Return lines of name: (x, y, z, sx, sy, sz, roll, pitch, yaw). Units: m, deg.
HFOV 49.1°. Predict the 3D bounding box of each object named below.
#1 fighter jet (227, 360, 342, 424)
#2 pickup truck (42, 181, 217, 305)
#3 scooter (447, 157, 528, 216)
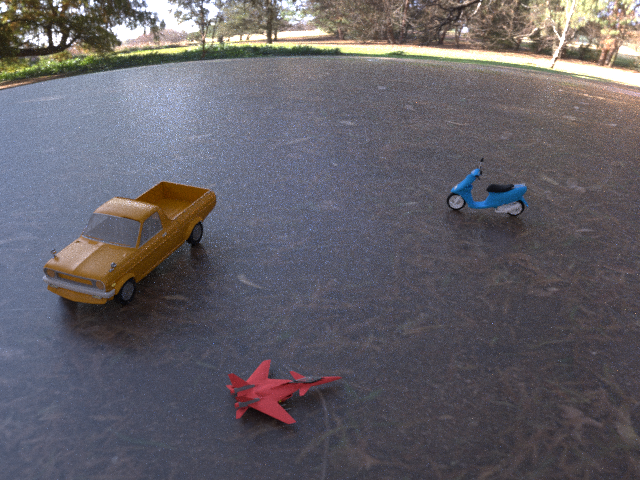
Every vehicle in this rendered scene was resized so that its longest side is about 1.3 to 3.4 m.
fighter jet: (-0.382, 1.679, 8.198, 1.358, 0.286, 1.147, -9, 30, -16)
pickup truck: (-2.809, -0.139, 10.744, 1.244, 0.993, 3.117, 11, 31, 19)
scooter: (2.928, -0.882, 12.158, 1.399, 0.919, 0.662, 7, 30, 12)
